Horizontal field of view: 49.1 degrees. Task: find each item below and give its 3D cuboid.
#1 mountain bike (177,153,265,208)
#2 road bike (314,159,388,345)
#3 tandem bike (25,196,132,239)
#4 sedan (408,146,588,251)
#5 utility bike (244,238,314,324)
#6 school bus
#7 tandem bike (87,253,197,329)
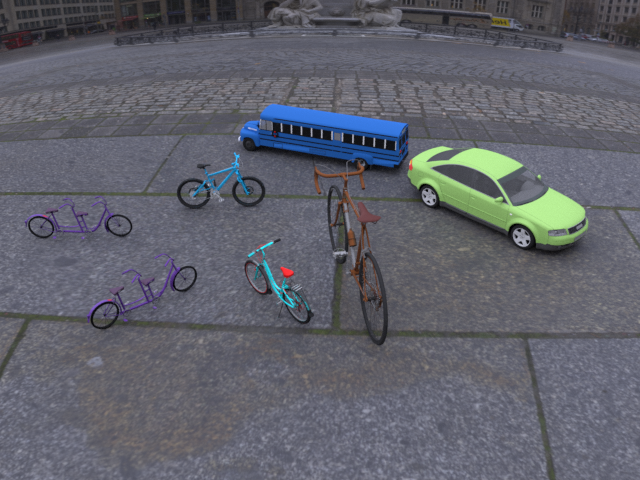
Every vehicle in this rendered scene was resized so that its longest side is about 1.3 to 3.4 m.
[{"bbox_3d":[-1.646,-0.923,11.599,1.469,0.868,0.573,-2,32,-4],"label":"mountain bike"},{"bbox_3d":[0.453,0.040,9.306,0.696,1.656,3.004,-7,32,-11],"label":"road bike"},{"bbox_3d":[-3.750,-0.333,10.827,1.642,0.682,0.283,-1,32,-2],"label":"tandem bike"},{"bbox_3d":[2.841,-0.822,11.370,1.235,0.940,3.137,-26,40,-35],"label":"sedan"},{"bbox_3d":[-0.605,0.539,9.175,0.535,0.946,1.435,-25,40,-35],"label":"utility bike"},{"bbox_3d":[0.007,-1.990,13.336,3.322,0.844,0.709,12,34,18],"label":"school bus"},{"bbox_3d":[-2.333,0.640,9.263,1.642,0.682,0.283,-26,40,-35],"label":"tandem bike"}]
